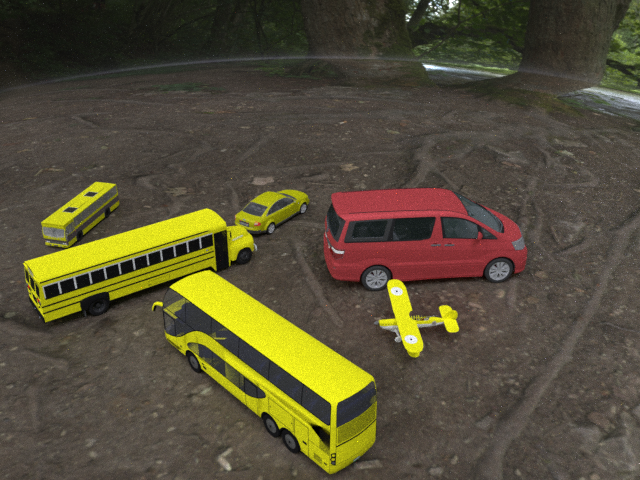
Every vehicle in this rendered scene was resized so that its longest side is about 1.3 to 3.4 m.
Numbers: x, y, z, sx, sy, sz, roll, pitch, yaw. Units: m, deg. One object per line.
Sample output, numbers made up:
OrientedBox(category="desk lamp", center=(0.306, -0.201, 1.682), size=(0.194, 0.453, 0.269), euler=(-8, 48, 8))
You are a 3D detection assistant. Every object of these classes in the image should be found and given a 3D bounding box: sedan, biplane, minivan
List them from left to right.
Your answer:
OrientedBox(category="sedan", center=(-0.795, -0.569, 12.015), size=(0.635, 0.483, 1.613), euler=(18, 33, 30))
OrientedBox(category="biplane", center=(1.234, 1.060, 8.991), size=(1.090, 0.504, 1.336), euler=(-3, 29, -6))
OrientedBox(category="minivan", center=(1.576, -0.094, 10.393), size=(3.011, 1.197, 1.324), euler=(-3, 29, -6))

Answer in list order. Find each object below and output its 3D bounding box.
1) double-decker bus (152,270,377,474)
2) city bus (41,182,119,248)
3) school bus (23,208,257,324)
OrientedBox(category="double-decker bus", center=(-0.720, 1.329, 7.922), size=(0.756, 1.052, 3.251), euler=(-24, 36, -37))
OrientedBox(category="city bus", center=(-3.994, -0.431, 11.786), size=(0.476, 0.460, 1.674), euler=(7, 29, 13))
OrientedBox(category="school bus", center=(-2.450, 0.271, 10.089), size=(3.322, 0.844, 0.709), euler=(-19, 34, -31))
